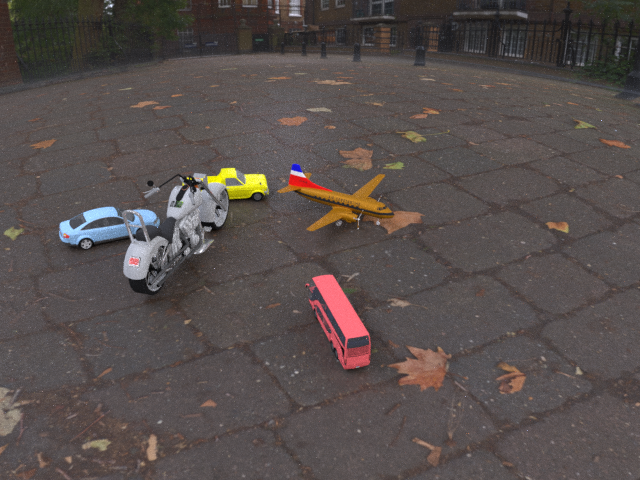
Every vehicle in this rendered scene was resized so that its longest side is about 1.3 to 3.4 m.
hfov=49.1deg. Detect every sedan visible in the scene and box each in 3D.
[{"bbox_3d":[-3.479,-0.272,11.595,1.613,0.483,0.635,-13,31,-22],"label":"sedan"}]

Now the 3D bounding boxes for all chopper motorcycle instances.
[{"bbox_3d":[-2.105,-0.358,10.702,0.906,1.480,3.040,8,29,14],"label":"chopper motorcycle"}]

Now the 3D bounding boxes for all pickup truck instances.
[{"bbox_3d":[-1.757,-1.027,12.970,1.603,0.511,0.640,-4,29,-8],"label":"pickup truck"}]

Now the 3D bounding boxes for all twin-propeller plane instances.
[{"bbox_3d":[0.342,-0.789,12.231,2.129,0.792,2.663,16,32,27],"label":"twin-propeller plane"}]

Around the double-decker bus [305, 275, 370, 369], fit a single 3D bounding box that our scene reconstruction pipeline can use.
[{"bbox_3d":[0.221,1.012,9.144,0.389,0.541,1.672,-8,29,-15],"label":"double-decker bus"}]
